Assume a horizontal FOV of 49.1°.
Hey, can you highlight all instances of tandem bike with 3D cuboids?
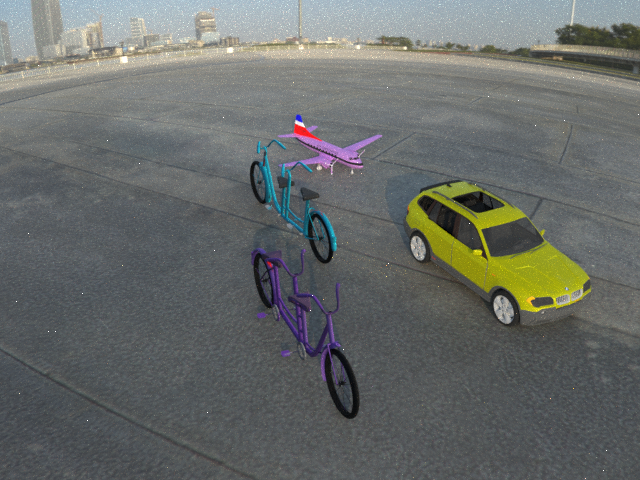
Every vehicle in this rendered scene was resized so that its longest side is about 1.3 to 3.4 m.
[{"bbox_3d":[-0.266,0.791,8.389,0.550,1.326,3.192,-12,30,-21],"label":"tandem bike"},{"bbox_3d":[-0.517,-0.740,11.251,0.550,1.326,3.192,-14,31,-24],"label":"tandem bike"}]

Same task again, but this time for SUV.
[{"bbox_3d":[2.425,0.074,9.939,1.276,1.128,3.058,-15,31,-25],"label":"SUV"}]

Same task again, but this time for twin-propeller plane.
[{"bbox_3d":[0.134,-1.910,14.003,2.663,0.792,2.129,-22,35,-35],"label":"twin-propeller plane"}]
